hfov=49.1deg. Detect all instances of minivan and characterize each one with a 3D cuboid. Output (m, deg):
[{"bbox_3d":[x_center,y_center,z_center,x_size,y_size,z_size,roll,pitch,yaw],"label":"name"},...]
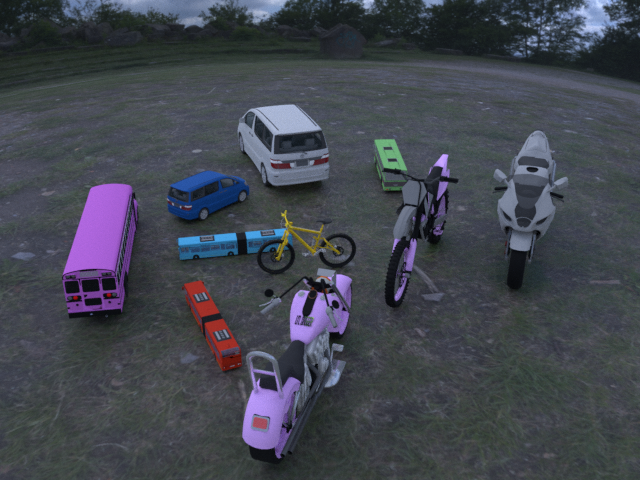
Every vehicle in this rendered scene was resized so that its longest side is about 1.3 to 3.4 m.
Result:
[{"bbox_3d":[-0.794,-2.007,13.711,1.324,1.197,3.011,-9,29,-17],"label":"minivan"},{"bbox_3d":[-1.904,-0.848,12.121,0.681,0.616,1.548,20,34,33],"label":"minivan"}]

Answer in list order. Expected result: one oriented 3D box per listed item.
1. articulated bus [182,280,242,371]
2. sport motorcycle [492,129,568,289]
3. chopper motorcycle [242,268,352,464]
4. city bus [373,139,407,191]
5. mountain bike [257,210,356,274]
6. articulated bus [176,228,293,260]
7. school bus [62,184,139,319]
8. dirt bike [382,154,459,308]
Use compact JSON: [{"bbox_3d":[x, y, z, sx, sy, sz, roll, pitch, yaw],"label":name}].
[{"bbox_3d":[-1.379,1.043,8.859,0.311,0.289,1.749,-12,30,-21],"label":"articulated bus"},{"bbox_3d":[3.092,-0.528,10.452,0.983,1.596,2.955,9,29,16],"label":"sport motorcycle"},{"bbox_3d":[-0.126,1.031,7.596,0.906,1.480,3.040,8,29,15],"label":"chopper motorcycle"},{"bbox_3d":[1.332,-1.431,13.405,0.476,0.460,1.674,-1,28,-2],"label":"city bus"},{"bbox_3d":[-0.189,0.060,10.113,1.469,0.868,0.573,-5,28,-10],"label":"mountain bike"},{"bbox_3d":[-1.303,0.059,10.741,1.749,0.289,0.311,-5,28,-10],"label":"articulated bus"},{"bbox_3d":[-3.131,-0.009,10.270,0.709,0.844,3.322,-4,28,-8],"label":"school bus"},{"bbox_3d":[1.452,-0.296,9.933,1.024,1.666,2.903,11,30,20],"label":"dirt bike"}]
